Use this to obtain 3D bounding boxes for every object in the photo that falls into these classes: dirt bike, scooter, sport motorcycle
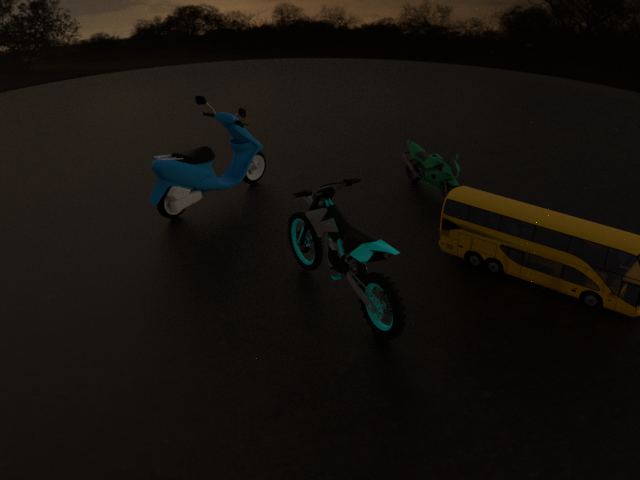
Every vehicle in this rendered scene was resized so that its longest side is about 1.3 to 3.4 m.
[{"bbox_3d":[0.270,0.114,9.639,1.024,1.666,2.903,-16,33,-27],"label":"dirt bike"},{"bbox_3d":[-1.952,-1.522,12.495,1.288,1.786,2.721,22,36,35],"label":"scooter"},{"bbox_3d":[2.097,-1.304,13.102,0.506,0.821,1.520,-16,33,-27],"label":"sport motorcycle"}]

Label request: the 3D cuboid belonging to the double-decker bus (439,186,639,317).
[{"bbox_3d":[3.306,0.132,10.245,3.251,1.052,0.756,21,35,33],"label":"double-decker bus"}]
